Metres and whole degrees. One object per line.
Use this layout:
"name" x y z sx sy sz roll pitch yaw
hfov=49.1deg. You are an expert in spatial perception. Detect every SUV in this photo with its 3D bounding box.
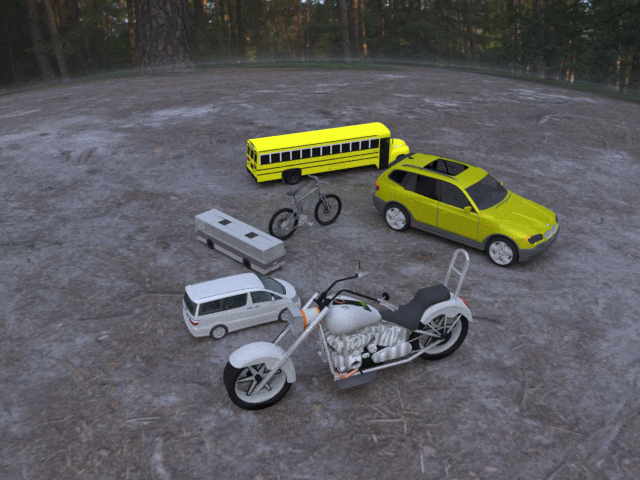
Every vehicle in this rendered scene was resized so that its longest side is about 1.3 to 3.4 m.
"SUV" 2.315 -0.598 11.326 3.058 1.128 1.276 21 34 33

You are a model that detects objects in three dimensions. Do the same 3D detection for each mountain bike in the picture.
"mountain bike" -0.224 -0.517 11.451 1.469 0.868 0.573 -20 34 -32

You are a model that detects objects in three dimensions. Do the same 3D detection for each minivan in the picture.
"minivan" -1.015 0.801 9.247 1.548 0.616 0.681 -12 30 -22

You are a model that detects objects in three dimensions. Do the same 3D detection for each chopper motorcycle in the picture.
"chopper motorcycle" 0.384 0.998 7.958 3.040 1.480 0.906 -10 30 -18

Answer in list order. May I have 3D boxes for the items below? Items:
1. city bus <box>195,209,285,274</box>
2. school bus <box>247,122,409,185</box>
"city bus" -1.265 0.025 10.869 1.674 0.460 0.476 24 37 38
"school bus" 0.235 -1.728 13.748 3.322 0.844 0.709 -11 30 -19
